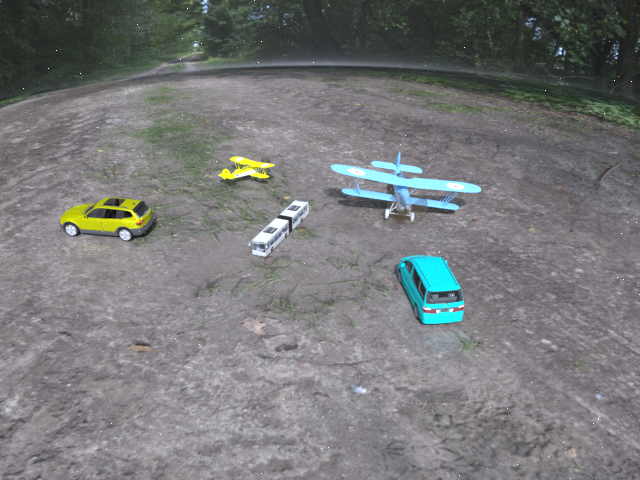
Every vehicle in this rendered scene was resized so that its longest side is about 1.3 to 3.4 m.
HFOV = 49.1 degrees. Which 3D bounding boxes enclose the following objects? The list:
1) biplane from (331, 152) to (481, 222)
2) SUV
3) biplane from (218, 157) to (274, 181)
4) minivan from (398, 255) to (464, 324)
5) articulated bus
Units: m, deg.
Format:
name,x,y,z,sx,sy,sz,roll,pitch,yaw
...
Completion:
name,x,y,z,sx,sy,sz,roll,pitch,yaw
biplane,1.488,-0.961,12.455,2.598,0.981,2.120,0,28,0
SUV,-3.607,-0.406,11.824,1.572,0.580,0.656,5,28,10
biplane,-1.467,-1.357,13.728,1.090,0.504,1.336,-22,35,-36
minivan,1.540,0.584,9.888,0.681,0.616,1.548,-4,28,-7
articulated bus,-0.649,-0.221,11.785,0.311,0.289,1.749,11,29,20
